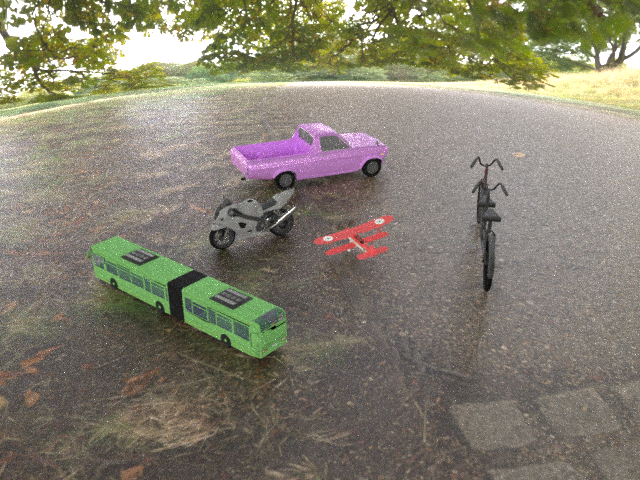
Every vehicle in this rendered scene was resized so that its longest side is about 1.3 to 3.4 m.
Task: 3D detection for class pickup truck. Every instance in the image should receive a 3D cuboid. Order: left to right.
[{"bbox_3d":[-0.192,-1.760,13.994,3.117,0.993,1.244,-10,27,-21],"label":"pickup truck"}]

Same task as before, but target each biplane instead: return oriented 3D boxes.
[{"bbox_3d":[0.593,0.035,10.759,1.336,0.504,1.090,-10,27,-21],"label":"biplane"}]

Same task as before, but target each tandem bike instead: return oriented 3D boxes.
[{"bbox_3d":[2.538,-0.390,10.698,0.550,1.326,3.192,4,26,8],"label":"tandem bike"}]

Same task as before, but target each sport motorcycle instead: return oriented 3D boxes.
[{"bbox_3d":[-1.074,-0.348,11.201,1.520,0.821,0.506,-14,29,-27],"label":"sport motorcycle"}]

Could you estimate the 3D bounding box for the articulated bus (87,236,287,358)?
[{"bbox_3d":[-1.859,0.683,9.318,3.401,0.561,0.605,19,31,35],"label":"articulated bus"}]
